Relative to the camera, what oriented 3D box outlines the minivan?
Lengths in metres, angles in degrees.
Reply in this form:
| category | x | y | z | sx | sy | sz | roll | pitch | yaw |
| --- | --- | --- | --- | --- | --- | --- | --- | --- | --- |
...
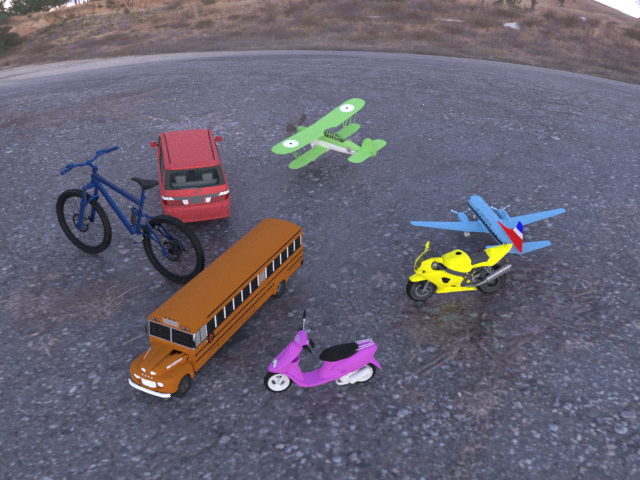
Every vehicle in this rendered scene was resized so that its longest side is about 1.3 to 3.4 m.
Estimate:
| category | x | y | z | sx | sy | sz | roll | pitch | yaw |
| --- | --- | --- | --- | --- | --- | --- | --- | --- | --- |
| minivan | -2.343 | -1.345 | 12.615 | 1.324 | 1.197 | 3.011 | -7 | 30 | -12 |

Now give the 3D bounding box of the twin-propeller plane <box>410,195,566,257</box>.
| category | x | y | z | sx | sy | sz | roll | pitch | yaw |
| --- | --- | --- | --- | --- | --- | --- | --- | --- | --- |
| twin-propeller plane | 2.801 | -0.344 | 11.262 | 2.663 | 0.792 | 2.129 | -5 | 30 | -9 |

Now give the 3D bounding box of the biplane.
| category | x | y | z | sx | sy | sz | roll | pitch | yaw |
| --- | --- | --- | --- | --- | --- | --- | --- | --- | --- |
| biplane | 0.246 | -1.944 | 13.888 | 2.120 | 0.981 | 2.598 | 23 | 37 | 35 |

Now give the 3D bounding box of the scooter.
| category | x | y | z | sx | sy | sz | roll | pitch | yaw |
| --- | --- | --- | --- | --- | --- | --- | --- | --- | --- |
| scooter | 0.031 | 1.353 | 8.143 | 1.399 | 0.919 | 0.662 | -5 | 30 | -8 |

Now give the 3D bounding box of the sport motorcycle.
| category | x | y | z | sx | sy | sz | roll | pitch | yaw |
| --- | --- | --- | --- | --- | --- | --- | --- | --- | --- |
| sport motorcycle | 1.950 | 0.445 | 9.841 | 1.520 | 0.821 | 0.506 | -6 | 30 | -10 |

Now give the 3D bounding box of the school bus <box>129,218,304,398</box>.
| category | x | y | z | sx | sy | sz | roll | pitch | yaw |
| --- | --- | --- | --- | --- | --- | --- | --- | --- | --- |
| school bus | -1.266 | 0.787 | 9.217 | 0.709 | 0.844 | 3.322 | 14 | 32 | 23 |

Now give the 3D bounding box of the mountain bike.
| category | x | y | z | sx | sy | sz | roll | pitch | yaw |
| --- | --- | --- | --- | --- | --- | --- | --- | --- | --- |
| mountain bike | -2.889 | -0.334 | 10.336 | 2.857 | 1.688 | 1.114 | 15 | 33 | 25 |
